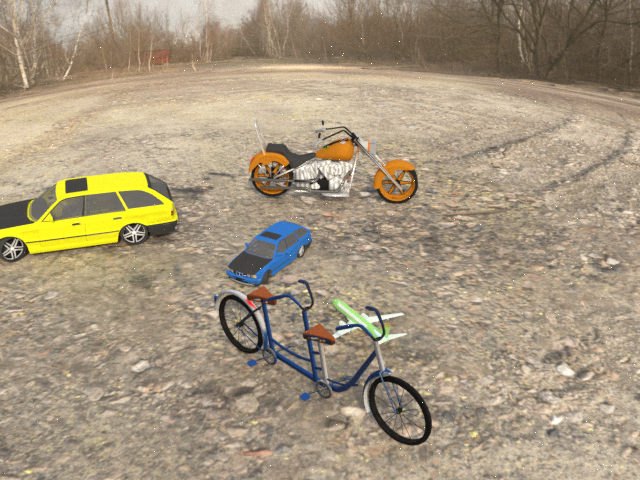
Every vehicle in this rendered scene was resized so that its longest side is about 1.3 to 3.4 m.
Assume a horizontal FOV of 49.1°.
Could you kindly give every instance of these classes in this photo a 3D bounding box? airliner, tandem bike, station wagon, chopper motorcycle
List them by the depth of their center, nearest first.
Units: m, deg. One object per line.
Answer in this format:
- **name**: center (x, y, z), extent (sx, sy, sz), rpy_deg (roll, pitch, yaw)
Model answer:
- **tandem bike**: center (-0.104, 1.108, 7.621), extent (3.192, 1.326, 0.550), rpy_deg (22, 34, 37)
- **airliner**: center (0.513, 0.956, 8.920), extent (1.161, 0.429, 1.307), rpy_deg (-16, 31, -28)
- **station wagon**: center (-0.748, 0.152, 10.470), extent (0.682, 0.473, 1.597), rpy_deg (15, 30, 27)
- **station wagon**: center (-3.894, -0.454, 11.178), extent (3.105, 0.920, 1.327), rpy_deg (-9, 28, -16)
- **chopper motorcycle**: center (0.230, -1.393, 12.422), extent (3.040, 1.480, 0.906), rpy_deg (2, 27, 4)
